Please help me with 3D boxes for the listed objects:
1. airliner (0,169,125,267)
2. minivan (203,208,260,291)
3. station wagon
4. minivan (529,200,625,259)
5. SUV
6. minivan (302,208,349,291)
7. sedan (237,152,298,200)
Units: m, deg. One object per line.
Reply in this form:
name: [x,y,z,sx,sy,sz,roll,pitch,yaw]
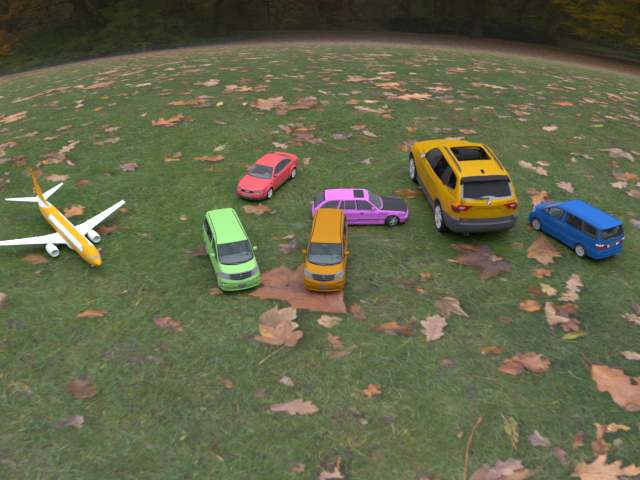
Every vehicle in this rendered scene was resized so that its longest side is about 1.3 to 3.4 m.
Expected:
airliner: [-3.999,-0.339,10.901,2.257,0.835,2.541,-22,37,-33]
minivan: [-1.326,0.126,10.327,0.681,0.616,1.548,-9,32,-16]
station wagon: [0.671,-0.565,11.641,1.597,0.473,0.682,0,30,-1]
minivan: [3.999,-0.270,10.999,0.681,0.616,1.548,-15,34,-24]
SUV: [2.401,-1.131,11.958,1.276,1.128,3.058,-3,31,-6]
minivan: [0.101,0.130,10.319,0.681,0.616,1.548,2,31,4]
sedan: [-0.947,-1.223,12.749,0.635,0.483,1.613,13,33,21]
